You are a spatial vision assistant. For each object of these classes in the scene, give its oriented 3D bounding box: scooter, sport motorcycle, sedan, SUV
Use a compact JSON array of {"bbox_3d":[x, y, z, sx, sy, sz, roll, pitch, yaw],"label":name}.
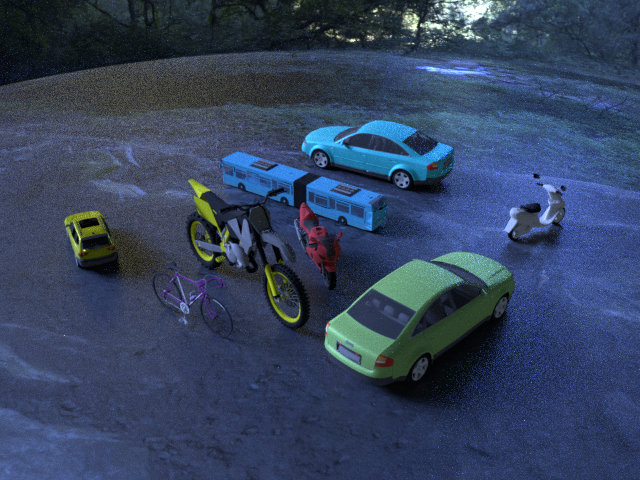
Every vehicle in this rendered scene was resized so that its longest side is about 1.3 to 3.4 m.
[{"bbox_3d":[3.596,-0.532,11.508,1.399,0.919,0.662,-18,34,-28],"label":"scooter"},{"bbox_3d":[-0.029,0.086,10.527,0.506,0.821,1.520,-9,31,-15],"label":"sport motorcycle"},{"bbox_3d":[1.088,-1.823,13.744,3.137,0.940,1.235,17,34,27],"label":"sedan"},{"bbox_3d":[-3.654,-0.110,11.111,0.656,0.580,1.572,-13,32,-22],"label":"SUV"},{"bbox_3d":[1.411,0.806,9.148,3.137,0.940,1.235,-26,39,-38],"label":"sedan"}]

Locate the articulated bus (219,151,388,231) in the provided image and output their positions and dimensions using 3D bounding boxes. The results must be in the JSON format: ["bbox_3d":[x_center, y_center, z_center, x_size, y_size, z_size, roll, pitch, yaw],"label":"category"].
[{"bbox_3d":[-0.368,-0.915,12.538,3.401,0.561,0.605,20,35,30],"label":"articulated bus"}]

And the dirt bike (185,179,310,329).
[{"bbox_3d":[-1.085,0.046,9.744,1.024,1.666,2.903,-23,37,-34],"label":"dirt bike"}]

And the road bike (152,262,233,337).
[{"bbox_3d":[-1.734,0.750,9.333,1.545,0.852,0.358,21,36,32],"label":"road bike"}]
